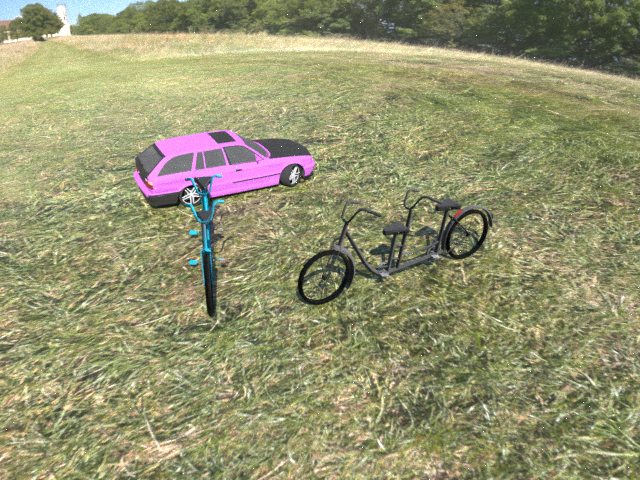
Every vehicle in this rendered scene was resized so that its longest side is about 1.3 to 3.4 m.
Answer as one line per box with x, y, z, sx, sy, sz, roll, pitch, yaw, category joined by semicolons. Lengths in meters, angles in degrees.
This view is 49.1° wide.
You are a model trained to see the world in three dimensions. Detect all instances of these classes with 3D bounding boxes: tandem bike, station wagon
1.104;-0.047;9.291;3.192;1.326;0.550;-16;32;-26;tandem bike
-1.575;-0.247;9.659;0.550;1.326;3.192;-4;29;-8;tandem bike
-1.618;-1.376;12.167;3.105;0.920;1.327;-13;31;-23;station wagon
